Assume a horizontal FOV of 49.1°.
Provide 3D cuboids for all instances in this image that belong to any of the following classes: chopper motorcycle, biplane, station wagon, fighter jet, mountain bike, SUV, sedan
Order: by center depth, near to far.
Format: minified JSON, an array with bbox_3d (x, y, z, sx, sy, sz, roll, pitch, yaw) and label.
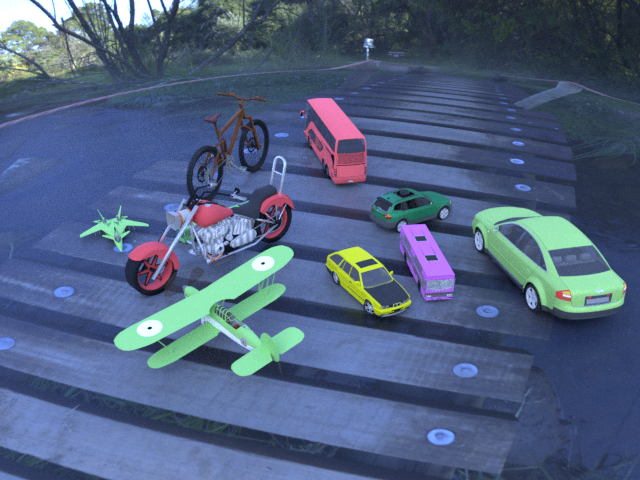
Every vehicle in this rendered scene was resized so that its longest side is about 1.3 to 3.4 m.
[{"bbox_3d":[-1.187,1.041,8.759,2.598,0.981,2.120,-22,34,-36],"label":"biplane"},{"bbox_3d":[0.695,0.557,10.251,0.682,0.473,1.597,-14,30,-25],"label":"station wagon"},{"bbox_3d":[3.335,0.127,10.577,1.235,0.940,3.137,-6,28,-12],"label":"sedan"},{"bbox_3d":[-1.619,-0.260,10.737,3.040,1.480,0.906,-23,35,-37],"label":"chopper motorcycle"},{"bbox_3d":[-3.478,-0.179,11.882,1.147,0.286,1.358,-11,29,-20],"label":"fighter jet"},{"bbox_3d":[1.621,-0.610,12.396,1.572,0.580,0.656,-17,32,-29],"label":"SUV"},{"bbox_3d":[-1.736,-1.843,13.579,1.114,1.688,2.857,13,30,23],"label":"mountain bike"}]

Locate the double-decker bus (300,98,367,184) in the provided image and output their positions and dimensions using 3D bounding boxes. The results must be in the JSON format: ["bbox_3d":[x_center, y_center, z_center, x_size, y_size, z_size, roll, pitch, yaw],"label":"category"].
[{"bbox_3d":[0.257,-2.192,14.950,0.756,1.052,3.251,-6,28,-11],"label":"double-decker bus"}]

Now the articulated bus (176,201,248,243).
[{"bbox_3d":[-1.712,-0.351,12.213,1.749,0.289,0.311,-22,35,-37],"label":"articulated bus"}]

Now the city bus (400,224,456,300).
[{"bbox_3d":[1.607,0.329,10.708,0.476,0.460,1.674,-3,27,-6],"label":"city bus"}]
